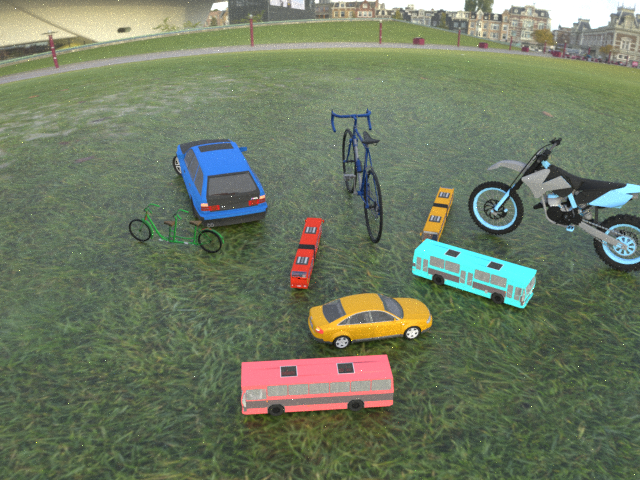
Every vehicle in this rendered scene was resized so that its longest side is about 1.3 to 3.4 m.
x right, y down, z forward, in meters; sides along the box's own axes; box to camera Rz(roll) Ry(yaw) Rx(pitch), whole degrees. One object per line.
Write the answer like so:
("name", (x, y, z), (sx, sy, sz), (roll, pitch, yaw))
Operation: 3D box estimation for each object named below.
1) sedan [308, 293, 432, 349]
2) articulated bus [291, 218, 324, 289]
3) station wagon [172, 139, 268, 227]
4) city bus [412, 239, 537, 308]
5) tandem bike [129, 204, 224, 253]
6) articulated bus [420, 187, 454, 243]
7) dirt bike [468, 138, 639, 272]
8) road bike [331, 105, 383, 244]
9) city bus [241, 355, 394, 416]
("sedan", (0.654, 0.971, 8.981), (1.613, 0.483, 0.635), (-6, 30, -10))
("articulated bus", (-0.190, 0.167, 10.616), (0.311, 0.289, 1.749), (3, 29, 6))
("station wagon", (-1.843, -1.264, 12.526), (1.327, 0.920, 3.105), (-9, 30, -16))
("city bus", (2.153, 0.474, 9.892), (1.674, 0.460, 0.476), (17, 34, 28))
("tandem bike", (-2.251, -0.182, 10.837), (1.642, 0.682, 0.283), (9, 30, 15))
("articulated bus", (1.975, -0.416, 11.658), (0.311, 0.289, 1.749), (9, 30, 15))
("dirt bike", (3.619, -0.550, 10.487), (2.903, 1.666, 1.024), (18, 34, 29))
("road bike", (0.677, -1.182, 11.626), (0.697, 1.656, 3.004), (-5, 30, -8))
("city bus", (-0.038, 1.630, 7.828), (1.674, 0.460, 0.476), (-2, 29, -4))
